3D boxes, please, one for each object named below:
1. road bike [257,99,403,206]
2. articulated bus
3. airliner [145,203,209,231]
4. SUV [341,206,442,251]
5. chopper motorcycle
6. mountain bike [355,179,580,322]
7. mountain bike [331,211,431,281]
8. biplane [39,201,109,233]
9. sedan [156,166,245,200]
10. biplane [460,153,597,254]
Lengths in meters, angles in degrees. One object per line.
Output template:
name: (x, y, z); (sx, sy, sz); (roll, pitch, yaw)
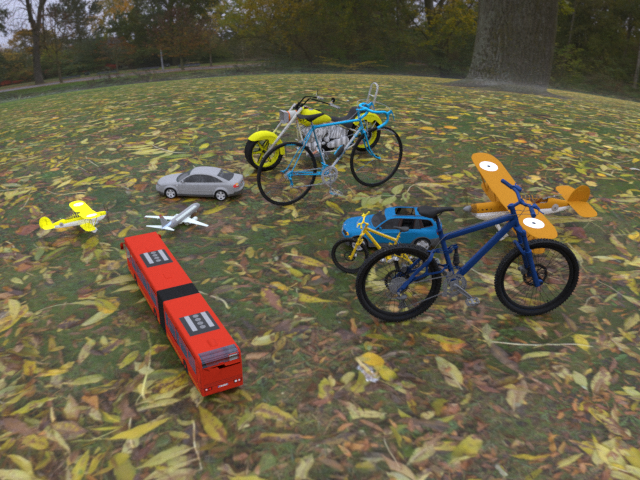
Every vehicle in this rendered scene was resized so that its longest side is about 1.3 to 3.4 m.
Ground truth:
road bike: (0.243, -1.561, 12.417); (3.004, 1.656, 0.696); (-14, 29, -26)
articulated bus: (-1.820, 0.787, 8.838); (0.605, 0.561, 3.401); (-13, 29, -24)
airliner: (-2.307, -0.457, 11.548); (1.161, 0.429, 1.307); (9, 27, 17)
SUV: (1.116, -0.198, 10.842); (1.572, 0.580, 0.656); (1, 26, 3)
chopper motorcycle: (-0.081, -2.304, 14.148); (3.040, 1.480, 0.906); (-12, 28, -24)
mountain bike: (1.864, 0.244, 8.666); (2.857, 1.688, 1.114); (-2, 26, -4)
mountain bike: (0.874, 0.129, 9.839); (1.469, 0.868, 0.573); (6, 27, 13)
biplane: (-3.910, -0.323, 11.186); (1.090, 0.504, 1.336); (-15, 30, -28)
sedan: (-2.186, -1.063, 12.734); (1.613, 0.483, 0.635); (3, 26, 5)
biplane: (3.273, -0.516, 11.038); (2.120, 0.981, 2.598); (-5, 26, -10)
